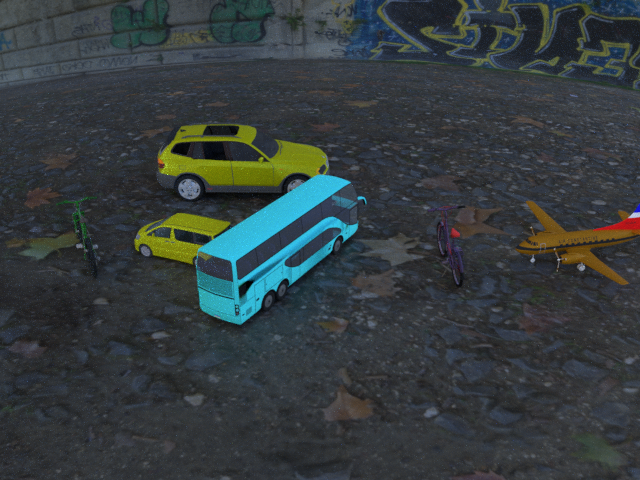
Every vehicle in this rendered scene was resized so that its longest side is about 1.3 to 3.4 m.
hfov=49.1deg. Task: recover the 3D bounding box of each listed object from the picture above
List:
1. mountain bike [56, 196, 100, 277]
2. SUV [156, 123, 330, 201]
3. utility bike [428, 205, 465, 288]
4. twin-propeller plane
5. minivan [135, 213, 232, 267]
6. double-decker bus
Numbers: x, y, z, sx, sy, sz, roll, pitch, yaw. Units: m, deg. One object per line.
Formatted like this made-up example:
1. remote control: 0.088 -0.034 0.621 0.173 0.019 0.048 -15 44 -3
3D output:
1. mountain bike: -3.420 -0.087 10.150 0.573 0.868 1.469 -13 30 -23
2. SUV: -1.358 -1.432 12.421 3.058 1.128 1.276 0 28 0
3. utility bike: 1.788 0.026 9.852 0.535 0.946 1.435 -2 28 -4
4. twin-propeller plane: 3.865 -0.098 10.254 2.129 0.792 2.663 -6 28 -11
5. minivan: -2.010 -0.040 10.331 1.548 0.616 0.681 11 30 21
6. double-decker bus: -0.447 0.000 9.788 0.756 1.052 3.251 16 32 27
